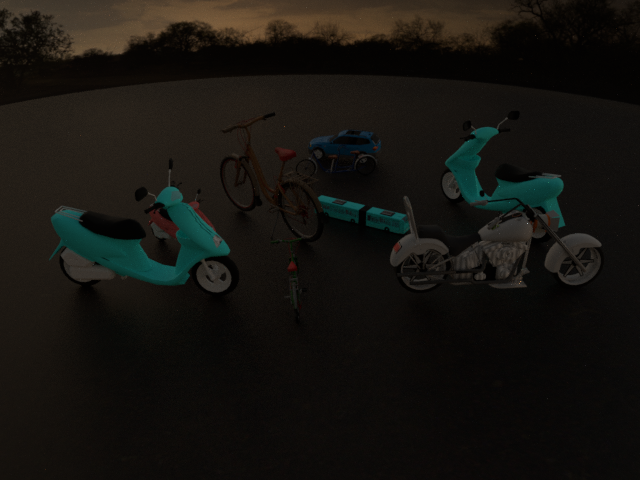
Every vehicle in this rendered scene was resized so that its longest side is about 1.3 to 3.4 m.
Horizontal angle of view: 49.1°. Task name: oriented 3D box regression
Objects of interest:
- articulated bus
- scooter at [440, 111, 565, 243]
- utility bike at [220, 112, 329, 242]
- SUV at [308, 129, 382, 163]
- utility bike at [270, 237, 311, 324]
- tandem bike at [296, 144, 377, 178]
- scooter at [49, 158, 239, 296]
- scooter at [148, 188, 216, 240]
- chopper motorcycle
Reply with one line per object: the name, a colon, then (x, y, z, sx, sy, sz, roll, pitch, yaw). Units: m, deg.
articulated bus: (0.693, -0.441, 11.961, 1.749, 0.289, 0.311, 15, 30, 28)
scooter: (2.993, -1.125, 11.655, 1.288, 1.786, 2.721, -16, 30, -29)
utility bike: (-0.904, -1.024, 11.389, 1.039, 1.839, 2.791, -22, 34, -37)
SUV: (0.530, -2.034, 14.890, 1.572, 0.580, 0.656, 7, 27, 14)
utility bike: (-0.384, 0.473, 9.343, 0.535, 0.946, 1.435, -1, 26, -3)
tandem bike: (0.335, -1.570, 13.826, 1.642, 0.682, 0.283, -4, 26, -7)
scooter: (-2.455, -0.095, 9.549, 2.721, 1.786, 1.288, 4, 26, 8)
scooter: (-2.168, -0.312, 10.981, 1.399, 0.919, 0.662, 14, 29, 26)
chopper motorcycle: (2.480, 0.036, 9.628, 3.040, 1.480, 0.906, -3, 26, -6)
